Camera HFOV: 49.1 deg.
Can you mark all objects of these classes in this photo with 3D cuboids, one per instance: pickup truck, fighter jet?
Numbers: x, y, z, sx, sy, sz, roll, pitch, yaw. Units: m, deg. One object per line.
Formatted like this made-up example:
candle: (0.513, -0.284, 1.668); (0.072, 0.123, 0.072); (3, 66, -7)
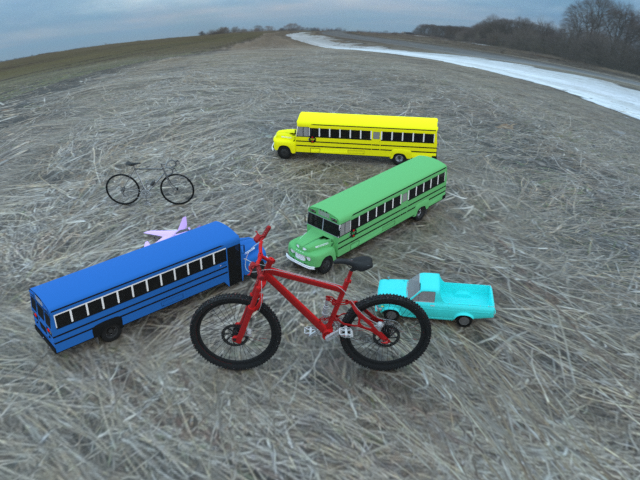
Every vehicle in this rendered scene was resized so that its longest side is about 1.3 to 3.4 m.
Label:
pickup truck: (1.548, 0.763, 9.448); (1.603, 0.511, 0.640); (4, 30, 6)
fighter jet: (-2.494, 0.042, 10.930); (1.147, 0.286, 1.358); (26, 39, 37)

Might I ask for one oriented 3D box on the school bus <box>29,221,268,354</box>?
school bus: (-2.168, 0.514, 9.546); (3.322, 0.844, 0.709); (-23, 37, -34)

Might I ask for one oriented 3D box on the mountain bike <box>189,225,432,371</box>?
mountain bike: (-0.113, 0.836, 8.137); (2.857, 1.688, 1.114); (0, 30, 0)

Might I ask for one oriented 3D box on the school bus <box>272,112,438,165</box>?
school bus: (0.684, -2.064, 14.042); (3.322, 0.844, 0.709); (4, 30, 7)

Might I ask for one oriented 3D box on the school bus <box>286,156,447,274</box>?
school bus: (0.813, -0.473, 11.268); (0.709, 0.844, 3.322); (25, 38, 37)

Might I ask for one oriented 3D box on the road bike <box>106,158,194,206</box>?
road bike: (-2.969, -0.994, 12.169); (1.545, 0.852, 0.358); (0, 30, 0)
